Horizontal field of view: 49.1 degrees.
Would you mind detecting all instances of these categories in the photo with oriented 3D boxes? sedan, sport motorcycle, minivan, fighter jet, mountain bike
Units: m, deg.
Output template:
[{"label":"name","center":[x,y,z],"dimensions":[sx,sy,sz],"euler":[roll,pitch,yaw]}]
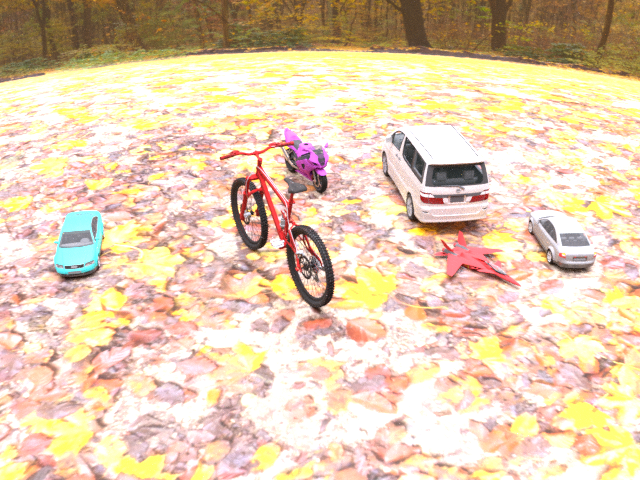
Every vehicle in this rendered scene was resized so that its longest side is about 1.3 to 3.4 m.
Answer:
[{"label":"sedan","center":[-3.526,-0.014,10.260],"dimensions":[0.635,0.483,1.613],"euler":[-6,29,-10]},{"label":"sport motorcycle","center":[-0.265,-1.438,12.525],"dimensions":[0.506,0.821,1.520],"euler":[-15,32,-25]},{"label":"minivan","center":[1.876,-1.313,11.900],"dimensions":[1.324,1.197,3.011],"euler":[-4,29,-7]},{"label":"fighter jet","center":[2.307,0.296,9.896],"dimensions":[1.147,0.286,1.358],"euler":[-20,34,-32]},{"label":"mountain bike","center":[-0.588,-0.292,9.510],"dimensions":[1.114,1.688,2.857],"euler":[-16,32,-27]},{"label":"sedan","center":[3.582,-0.102,10.422],"dimensions":[0.635,0.483,1.613],"euler":[-1,29,-2]}]
